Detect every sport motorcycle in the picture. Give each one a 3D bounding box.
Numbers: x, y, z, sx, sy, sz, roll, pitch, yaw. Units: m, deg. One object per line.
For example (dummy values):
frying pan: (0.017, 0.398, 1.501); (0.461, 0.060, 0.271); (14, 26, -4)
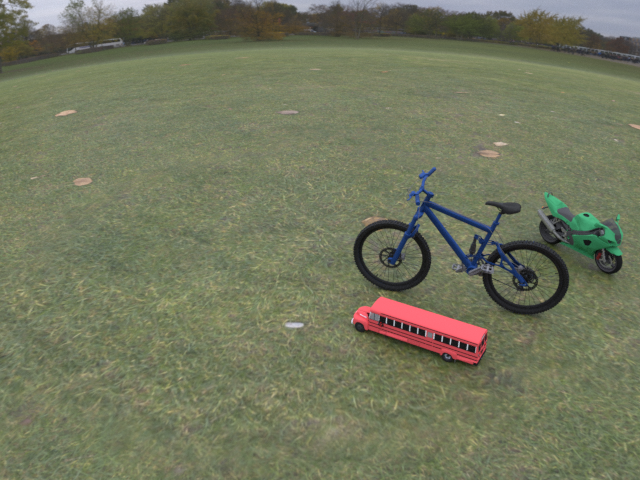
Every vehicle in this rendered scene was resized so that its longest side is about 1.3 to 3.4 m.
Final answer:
sport motorcycle: (3.885, -0.113, 10.436); (0.506, 0.821, 1.520); (-17, 34, -28)

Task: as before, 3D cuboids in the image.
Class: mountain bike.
mountain bike: (1.823, 0.093, 9.190); (2.857, 1.688, 1.114); (9, 31, 16)

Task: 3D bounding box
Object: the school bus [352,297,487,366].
school bus: (1.199, 1.095, 8.691); (1.708, 0.434, 0.365); (16, 33, 26)
